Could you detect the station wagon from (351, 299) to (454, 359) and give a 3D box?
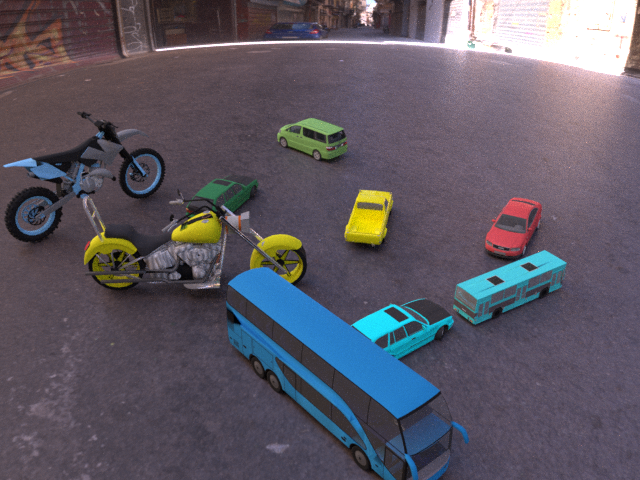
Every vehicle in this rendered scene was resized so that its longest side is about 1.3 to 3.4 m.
[{"bbox_3d":[0.968,1.103,8.760,1.597,0.473,0.682,-21,37,-31],"label":"station wagon"}]

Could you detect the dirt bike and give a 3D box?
[{"bbox_3d":[-3.757,-1.095,11.291,1.024,1.666,2.903,26,39,36],"label":"dirt bike"}]

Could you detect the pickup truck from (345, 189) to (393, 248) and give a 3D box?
[{"bbox_3d":[0.805,-0.415,11.279,0.640,0.511,1.603,6,31,10],"label":"pickup truck"}]

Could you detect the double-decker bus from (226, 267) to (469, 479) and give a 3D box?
[{"bbox_3d":[0.115,1.440,7.626,0.756,1.052,3.251,-23,38,-33],"label":"double-decker bus"}]

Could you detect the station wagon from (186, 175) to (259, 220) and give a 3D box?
[{"bbox_3d":[-1.637,-0.784,11.937,0.682,0.473,1.597,13,33,20],"label":"station wagon"}]

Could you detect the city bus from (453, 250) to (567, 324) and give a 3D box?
[{"bbox_3d":[2.600,0.647,9.540,1.674,0.460,0.476,-18,35,-27],"label":"city bus"}]

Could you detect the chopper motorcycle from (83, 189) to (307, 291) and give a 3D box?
[{"bbox_3d":[-1.702,0.039,9.566,3.040,1.480,0.906,-2,31,-3],"label":"chopper motorcycle"}]

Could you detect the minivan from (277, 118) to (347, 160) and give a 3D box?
[{"bbox_3d":[-0.180,-2.079,13.977,1.548,0.616,0.681,26,39,36],"label":"minivan"}]

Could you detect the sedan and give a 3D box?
[{"bbox_3d":[3.067,-0.251,11.029,0.635,0.483,1.613,15,34,24],"label":"sedan"}]
